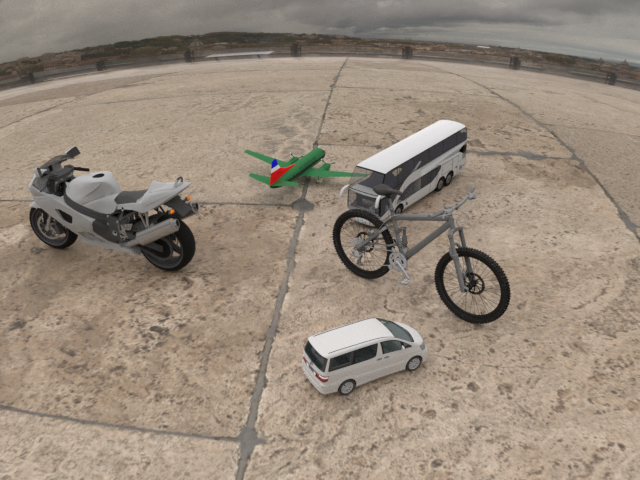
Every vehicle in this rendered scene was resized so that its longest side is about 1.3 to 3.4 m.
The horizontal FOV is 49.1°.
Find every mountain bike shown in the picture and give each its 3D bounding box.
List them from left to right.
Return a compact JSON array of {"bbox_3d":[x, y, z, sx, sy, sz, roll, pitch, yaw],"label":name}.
[{"bbox_3d":[1.308,0.074,9.577,2.857,1.688,1.114,22,36,34],"label":"mountain bike"}]

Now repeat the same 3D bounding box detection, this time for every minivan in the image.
[{"bbox_3d":[0.568,1.321,8.427,1.548,0.616,0.681,-14,32,-24],"label":"minivan"}]

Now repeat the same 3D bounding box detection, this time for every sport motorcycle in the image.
[{"bbox_3d":[-3.202,-0.418,10.564,2.955,1.596,0.983,9,30,17],"label":"sport motorcycle"}]

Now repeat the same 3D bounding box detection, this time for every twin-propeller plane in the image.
[{"bbox_3d":[-0.403,-1.458,13.284,2.663,0.792,2.129,14,32,24],"label":"twin-propeller plane"}]

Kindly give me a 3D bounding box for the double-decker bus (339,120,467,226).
[{"bbox_3d":[1.613,-1.232,12.604,0.756,1.052,3.251,21,35,32],"label":"double-decker bus"}]
